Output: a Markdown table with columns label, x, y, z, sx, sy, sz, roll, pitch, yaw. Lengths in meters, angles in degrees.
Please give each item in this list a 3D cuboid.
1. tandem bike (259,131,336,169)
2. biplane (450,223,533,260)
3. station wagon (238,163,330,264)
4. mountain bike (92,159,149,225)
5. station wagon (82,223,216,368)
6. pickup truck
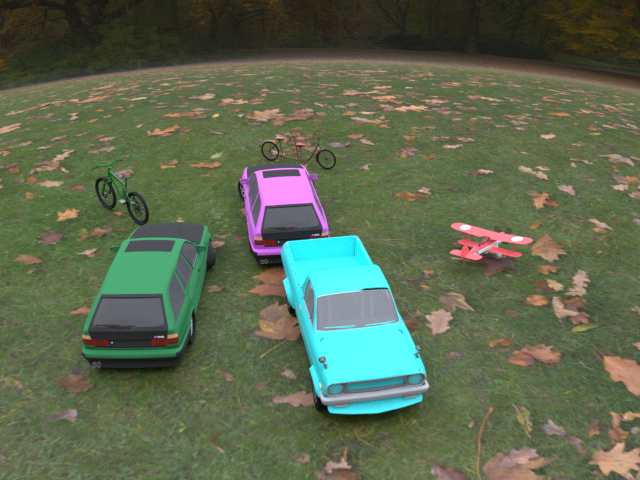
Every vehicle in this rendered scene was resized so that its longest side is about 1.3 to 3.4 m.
| label | x | y | z | sx | sy | sz | roll | pitch | yaw |
| --- | --- | --- | --- | --- | --- | --- | --- | --- | --- |
| tandem bike | -0.448 | -1.781 | 13.595 | 1.642 | 0.682 | 0.283 | 11 | 30 | 20 |
| biplane | 2.375 | 0.075 | 10.231 | 1.090 | 0.504 | 1.336 | -24 | 36 | -37 |
| station wagon | -0.614 | -0.676 | 11.219 | 1.327 | 0.920 | 3.105 | -4 | 28 | -8 |
| mountain bike | -3.282 | -0.789 | 11.493 | 1.469 | 0.868 | 0.573 | 23 | 35 | 36 |
| station wagon | -2.136 | 0.440 | 9.082 | 1.327 | 0.920 | 3.105 | 0 | 28 | -1 |
| pickup truck | 0.295 | 0.781 | 8.351 | 1.244 | 0.993 | 3.117 | -5 | 28 | -10 |
